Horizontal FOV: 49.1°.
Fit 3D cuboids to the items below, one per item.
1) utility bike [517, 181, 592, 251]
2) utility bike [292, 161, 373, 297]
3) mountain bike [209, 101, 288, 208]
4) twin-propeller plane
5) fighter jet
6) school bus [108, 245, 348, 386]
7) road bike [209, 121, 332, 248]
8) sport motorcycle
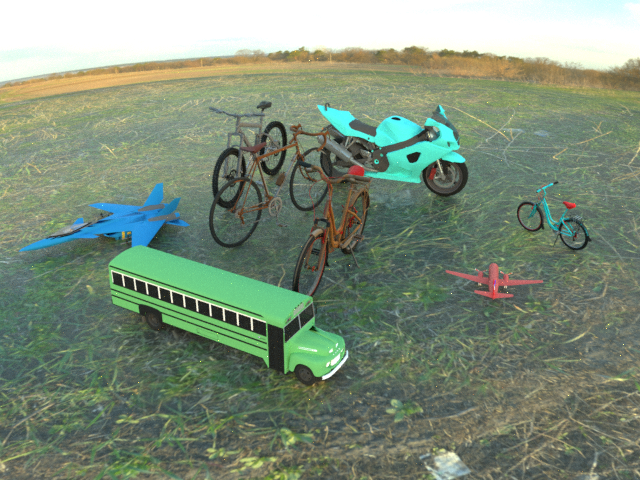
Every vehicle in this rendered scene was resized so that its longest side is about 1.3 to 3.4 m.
[{"bbox_3d":[3.735,-0.395,11.256,0.535,0.946,1.435,-19,32,-33],"label":"utility bike"},{"bbox_3d":[0.324,-0.303,10.065,1.039,1.839,2.791,11,28,21],"label":"utility bike"},{"bbox_3d":[-1.275,-1.740,13.130,1.114,1.688,2.857,11,28,20],"label":"mountain bike"},{"bbox_3d":[2.480,0.537,9.983,1.370,0.407,1.095,6,27,12],"label":"twin-propeller plane"},{"bbox_3d":[-3.605,-0.301,11.503,2.640,0.557,2.229,-16,31,-30],"label":"fighter jet"},{"bbox_3d":[-1.201,0.879,8.803,3.322,0.844,0.709,15,30,27],"label":"school bus"},{"bbox_3d":[-0.735,-0.971,11.618,0.696,1.656,3.004,20,33,35],"label":"road bike"},{"bbox_3d":[1.341,-1.715,13.183,2.955,1.596,0.983,9,28,18],"label":"sport motorcycle"}]
